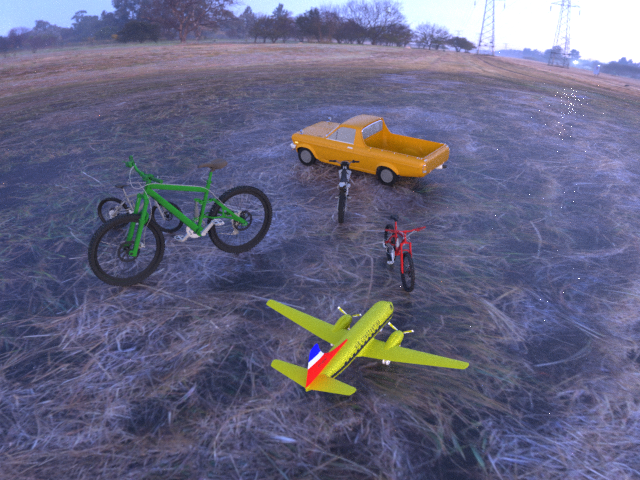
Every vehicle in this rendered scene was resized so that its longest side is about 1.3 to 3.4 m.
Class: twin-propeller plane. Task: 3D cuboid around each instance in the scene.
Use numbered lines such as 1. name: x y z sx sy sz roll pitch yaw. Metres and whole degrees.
1. twin-propeller plane: 0.388 1.109 8.144 2.663 0.792 2.129 15 31 27

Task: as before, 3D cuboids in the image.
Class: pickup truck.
1. pickup truck: 0.941 -1.878 13.799 3.117 0.993 1.244 17 32 30

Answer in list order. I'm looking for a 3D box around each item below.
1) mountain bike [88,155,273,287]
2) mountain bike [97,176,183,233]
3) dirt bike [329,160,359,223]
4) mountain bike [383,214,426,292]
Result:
1. mountain bike: -1.942 -0.350 10.026 2.857 1.688 1.114 -17 31 -30
2. mountain bike: -2.920 -0.541 11.308 1.469 0.868 0.573 4 27 8
3. dirt bike: 0.400 -0.915 12.054 0.527 0.857 1.493 3 27 5
4. mountain bike: 1.132 0.106 10.034 0.573 0.868 1.469 -4 27 -9
